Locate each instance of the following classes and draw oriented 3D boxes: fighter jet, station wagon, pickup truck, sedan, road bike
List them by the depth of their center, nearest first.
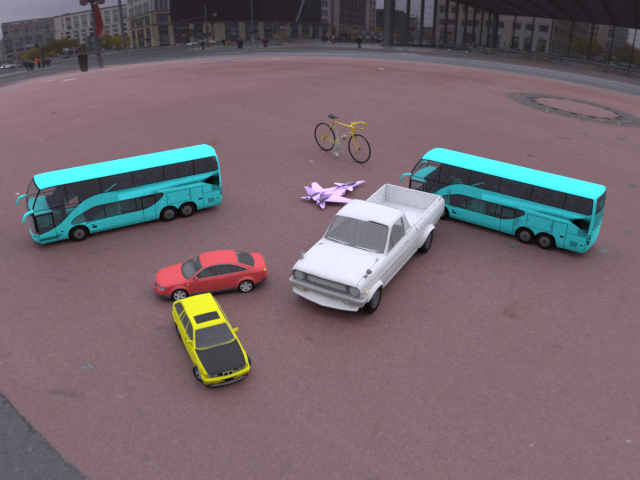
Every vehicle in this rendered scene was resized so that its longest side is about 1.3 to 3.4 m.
[{"bbox_3d":[-1.373,1.165,8.661,0.682,0.473,1.597,-12,31,-21],"label":"station wagon"},{"bbox_3d":[-1.551,0.452,9.933,1.613,0.483,0.635,-7,30,-13],"label":"sedan"},{"bbox_3d":[0.795,-0.064,10.337,1.244,0.993,3.117,15,33,26],"label":"pickup truck"},{"bbox_3d":[0.344,-0.957,12.672,1.358,0.286,1.147,-24,37,-36],"label":"fighter jet"},{"bbox_3d":[0.439,-2.082,14.115,1.545,0.852,0.358,25,38,38],"label":"road bike"}]

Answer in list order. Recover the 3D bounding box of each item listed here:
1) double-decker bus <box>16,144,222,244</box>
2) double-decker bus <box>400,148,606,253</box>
[{"bbox_3d":[-3.234,-0.767,11.542,3.251,1.052,0.756,-14,32,-24],"label":"double-decker bus"},{"bbox_3d":[2.906,-0.704,11.429,3.251,1.052,0.756,18,34,30],"label":"double-decker bus"}]
